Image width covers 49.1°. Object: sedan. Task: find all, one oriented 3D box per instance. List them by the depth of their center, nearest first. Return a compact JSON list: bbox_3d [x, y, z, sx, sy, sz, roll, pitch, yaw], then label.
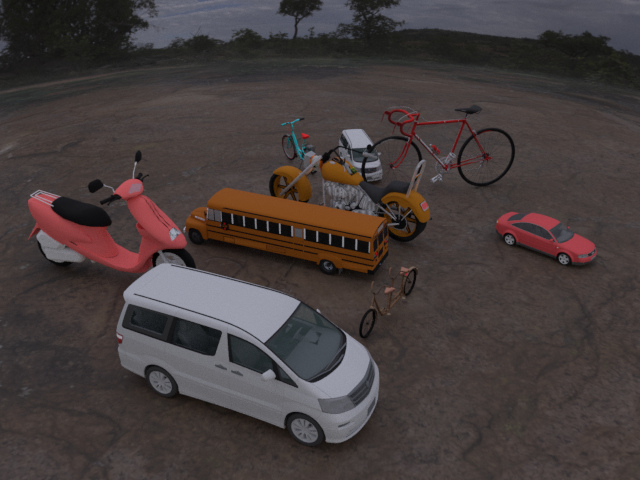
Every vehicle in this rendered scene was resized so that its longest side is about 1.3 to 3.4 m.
[{"bbox_3d":[3.560,-0.081,11.042,1.613,0.483,0.635,24,37,37],"label":"sedan"}]

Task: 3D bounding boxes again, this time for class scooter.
[{"bbox_3d":[-3.067,-0.274,10.024,2.721,1.786,1.288,8,29,15],"label":"scooter"}]

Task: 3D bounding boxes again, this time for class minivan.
[{"bbox_3d":[-0.812,1.206,7.894,3.011,1.197,1.324,12,31,22],"label":"minivan"},{"bbox_3d":[0.794,-1.679,13.875,0.681,0.616,1.548,-5,29,-9],"label":"minivan"}]

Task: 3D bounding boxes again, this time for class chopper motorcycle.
[{"bbox_3d":[0.420,-0.908,11.528,3.040,1.480,0.906,18,33,30],"label":"chopper motorcycle"}]

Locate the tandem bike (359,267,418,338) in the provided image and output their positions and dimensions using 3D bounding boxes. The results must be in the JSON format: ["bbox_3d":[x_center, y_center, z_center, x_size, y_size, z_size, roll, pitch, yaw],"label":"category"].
[{"bbox_3d":[0.947,0.704,9.370,0.283,0.682,1.642,17,33,28],"label":"tandem bike"}]

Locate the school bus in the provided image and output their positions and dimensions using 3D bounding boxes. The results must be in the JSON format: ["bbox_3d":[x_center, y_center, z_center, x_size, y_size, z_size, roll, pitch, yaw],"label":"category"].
[{"bbox_3d":[-0.609,-0.173,10.832,3.322,0.844,0.709,12,30,21],"label":"school bus"}]

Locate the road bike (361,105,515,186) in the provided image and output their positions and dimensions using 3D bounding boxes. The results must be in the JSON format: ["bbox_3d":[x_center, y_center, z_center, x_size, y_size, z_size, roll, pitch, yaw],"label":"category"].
[{"bbox_3d":[2.198,-1.650,12.722,3.004,1.656,0.697,-7,29,-12],"label":"road bike"}]

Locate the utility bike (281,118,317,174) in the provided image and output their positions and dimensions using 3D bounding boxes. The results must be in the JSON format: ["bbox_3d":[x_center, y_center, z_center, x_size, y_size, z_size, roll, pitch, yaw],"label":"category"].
[{"bbox_3d":[-0.446,-1.883,13.905,0.535,0.946,1.435,-17,32,-28],"label":"utility bike"}]
